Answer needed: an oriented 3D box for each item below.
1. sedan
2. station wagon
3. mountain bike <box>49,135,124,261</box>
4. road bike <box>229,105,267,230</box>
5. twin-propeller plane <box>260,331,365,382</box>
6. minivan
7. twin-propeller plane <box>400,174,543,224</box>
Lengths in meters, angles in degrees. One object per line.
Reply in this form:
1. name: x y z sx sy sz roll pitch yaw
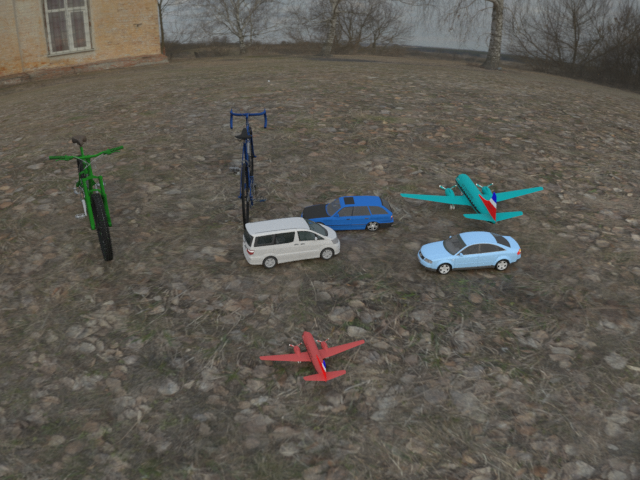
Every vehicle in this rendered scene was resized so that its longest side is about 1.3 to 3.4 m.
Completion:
1. sedan: 2.345 0.161 11.007 1.613 0.483 0.635 -4 29 -7
2. station wagon: 0.465 -0.477 12.192 1.597 0.473 0.682 -2 29 -4
3. mountain bike: -3.807 -0.849 11.606 1.114 1.688 2.857 -12 31 -21
4. road bike: -1.309 -1.389 12.634 0.696 1.656 3.004 -1 29 -2
5. twin-propeller plane: -0.064 1.408 8.787 1.370 0.407 1.095 -7 29 -13
6. minivan: -0.446 -0.010 11.184 1.548 0.616 0.681 -8 30 -15
7. twin-propeller plane: 2.795 -0.843 12.534 2.663 0.792 2.129 -3 29 -6
